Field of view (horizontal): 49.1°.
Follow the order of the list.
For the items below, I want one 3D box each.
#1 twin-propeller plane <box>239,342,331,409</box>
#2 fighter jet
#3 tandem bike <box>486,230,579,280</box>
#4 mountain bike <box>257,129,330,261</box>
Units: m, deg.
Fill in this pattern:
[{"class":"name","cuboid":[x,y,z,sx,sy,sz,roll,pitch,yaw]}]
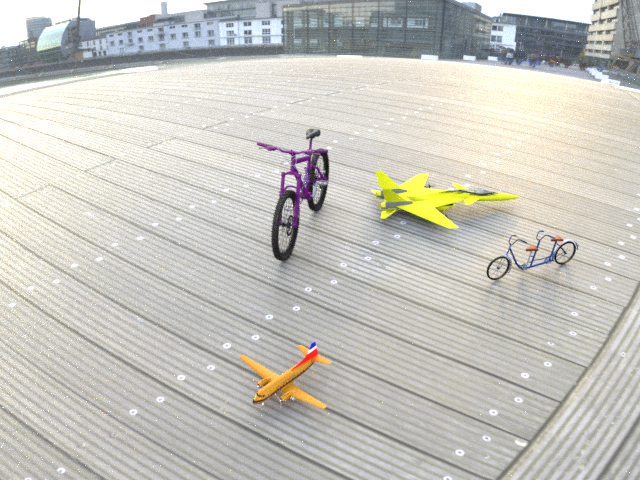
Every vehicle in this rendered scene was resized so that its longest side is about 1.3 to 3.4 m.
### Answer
[{"class":"twin-propeller plane","cuboid":[-0.387,1.565,8.138,1.370,0.407,1.095,23,36,36]},{"class":"fighter jet","cuboid":[2.289,-0.857,12.376,2.640,0.557,2.229,-3,29,-5]},{"class":"tandem bike","cuboid":[3.181,0.180,10.366,1.642,0.682,0.283,-11,31,-19]},{"class":"mountain bike","cuboid":[-0.279,-0.897,11.278,1.114,1.688,2.857,8,30,14]}]
